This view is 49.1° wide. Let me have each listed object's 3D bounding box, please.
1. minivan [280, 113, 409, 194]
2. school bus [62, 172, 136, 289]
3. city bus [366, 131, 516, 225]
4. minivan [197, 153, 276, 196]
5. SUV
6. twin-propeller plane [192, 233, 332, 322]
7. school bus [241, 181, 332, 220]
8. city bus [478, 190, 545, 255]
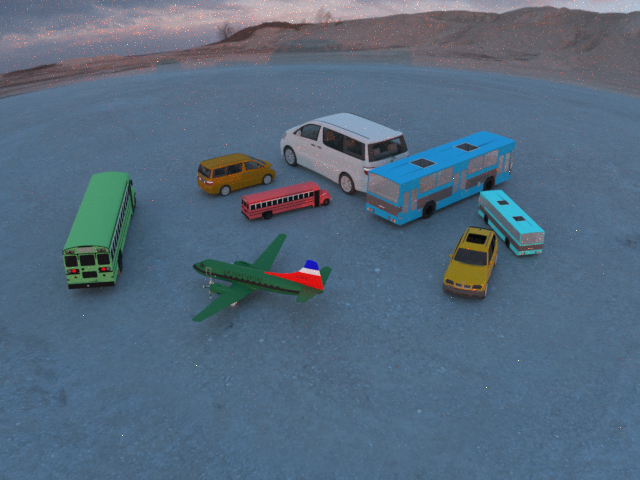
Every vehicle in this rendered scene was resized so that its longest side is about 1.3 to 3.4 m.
[{"bbox_3d":[0.410,-1.883,14.043,1.324,1.197,3.011,-20,34,-33],"label":"minivan"},{"bbox_3d":[-3.526,-0.307,11.465,0.709,0.844,3.322,-4,28,-7],"label":"school bus"},{"bbox_3d":[2.306,-1.168,13.025,3.255,0.894,0.926,-22,35,-35],"label":"city bus"},{"bbox_3d":[-1.608,-1.338,13.638,1.548,0.616,0.681,-18,33,-31],"label":"minivan"},{"bbox_3d":[2.308,0.304,10.600,0.656,0.580,1.572,10,30,18],"label":"SUV"},{"bbox_3d":[-0.930,0.464,10.076,2.129,0.792,2.663,11,30,20],"label":"twin-propeller plane"},{"bbox_3d":[-0.581,-0.730,12.692,1.708,0.434,0.365,-14,31,-25],"label":"school bus"},{"bbox_3d":[3.200,-0.296,11.852,0.476,0.460,1.674,-5,29,-10],"label":"city bus"}]
